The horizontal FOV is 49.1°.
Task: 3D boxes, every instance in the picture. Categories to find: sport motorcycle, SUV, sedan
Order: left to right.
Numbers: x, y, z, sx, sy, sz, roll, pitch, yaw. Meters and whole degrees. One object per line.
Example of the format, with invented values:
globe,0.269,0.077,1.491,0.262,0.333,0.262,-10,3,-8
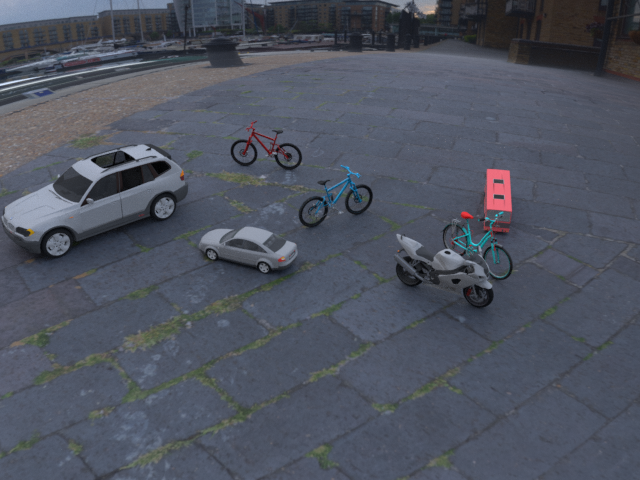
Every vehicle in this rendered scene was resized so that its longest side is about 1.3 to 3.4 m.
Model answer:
SUV,-3.713,-0.760,11.677,3.058,1.128,1.276,-24,37,-35
sedan,-1.134,0.075,10.872,1.613,0.483,0.635,13,32,21
sport motorcycle,1.748,0.431,9.912,1.520,0.821,0.506,17,34,28

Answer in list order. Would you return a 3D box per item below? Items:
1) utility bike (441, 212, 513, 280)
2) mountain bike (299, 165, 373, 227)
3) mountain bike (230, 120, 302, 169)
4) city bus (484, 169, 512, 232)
utility bike,2.404,-0.037,10.601,0.535,0.946,1.435,-21,36,-32
mountain bike,0.286,-0.721,11.872,1.469,0.868,0.573,-16,34,-26
mountain bike,-1.070,-1.830,13.803,1.469,0.868,0.573,6,30,10
city bus,3.094,-0.687,12.222,0.476,0.460,1.674,6,30,10
